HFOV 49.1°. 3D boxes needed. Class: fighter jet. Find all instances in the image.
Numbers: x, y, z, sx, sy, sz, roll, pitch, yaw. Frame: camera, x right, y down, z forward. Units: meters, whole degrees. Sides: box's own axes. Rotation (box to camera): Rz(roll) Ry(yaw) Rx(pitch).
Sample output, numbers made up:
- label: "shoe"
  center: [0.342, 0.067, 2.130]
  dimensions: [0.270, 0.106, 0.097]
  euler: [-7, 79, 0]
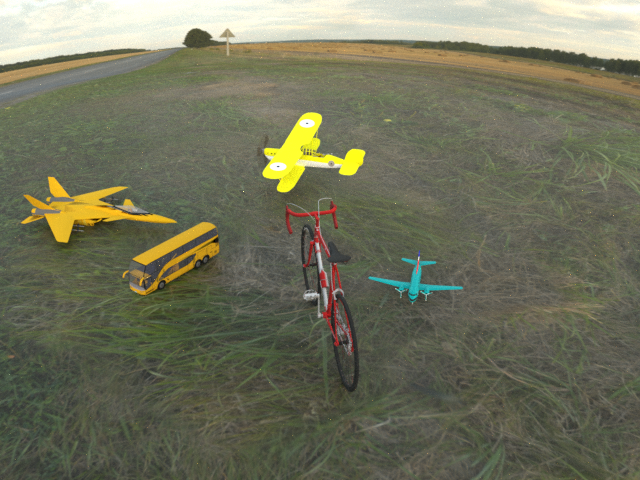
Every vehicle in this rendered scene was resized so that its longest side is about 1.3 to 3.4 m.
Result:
- label: "fighter jet"
  center: [-3.757, -0.588, 12.226]
  dimensions: [2.640, 0.557, 2.229]
  euler: [6, 29, 11]

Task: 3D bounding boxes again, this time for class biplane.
- label: "biplane"
  center: [-0.201, -1.574, 13.593]
  dimensions: [2.120, 0.981, 2.598]
  euler: [8, 30, 15]

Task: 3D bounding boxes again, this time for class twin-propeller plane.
- label: "twin-propeller plane"
  center: [1.409, 0.553, 10.287]
  dimensions: [1.370, 0.407, 1.095]
  euler: [6, 29, 11]

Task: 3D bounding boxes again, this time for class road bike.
- label: "road bike"
  center: [0.078, 0.566, 8.958]
  dimensions: [0.696, 1.656, 3.004]
  euler: [-6, 29, -11]

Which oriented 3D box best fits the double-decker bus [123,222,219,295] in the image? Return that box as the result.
- label: "double-decker bus"
  center: [-2.217, 0.279, 10.650]
  dimensions: [0.389, 0.541, 1.672]
  euler: [19, 34, 31]
